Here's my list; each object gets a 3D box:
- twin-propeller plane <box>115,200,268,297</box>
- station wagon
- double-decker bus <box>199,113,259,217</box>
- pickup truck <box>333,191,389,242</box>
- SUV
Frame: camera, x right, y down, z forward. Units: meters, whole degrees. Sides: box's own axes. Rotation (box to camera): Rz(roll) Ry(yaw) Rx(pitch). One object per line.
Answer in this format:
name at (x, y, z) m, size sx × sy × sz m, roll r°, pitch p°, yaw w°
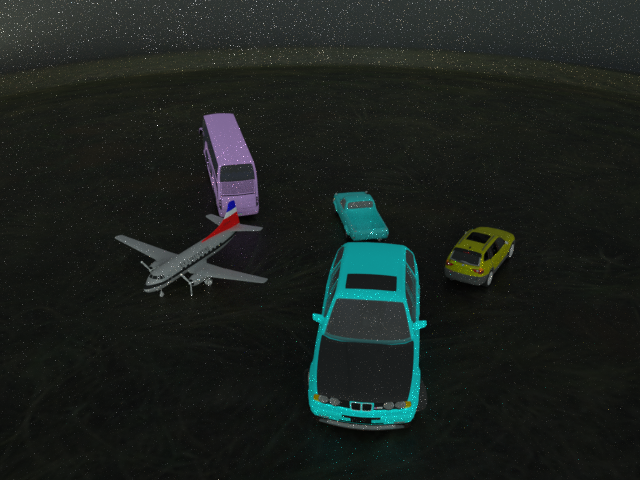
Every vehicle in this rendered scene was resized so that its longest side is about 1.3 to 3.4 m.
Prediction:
twin-propeller plane at (-1.768, 0.118, 9.927) m, size 2.663 × 0.792 × 2.129 m, roll 15°, pitch 30°, yaw 26°
station wagon at (0.583, 0.915, 8.212) m, size 1.327 × 0.920 × 3.105 m, roll 3°, pitch 27°, yaw 6°
double-decker bus at (-1.689, -1.456, 12.742) m, size 0.756 × 1.052 × 3.251 m, roll -6°, pitch 28°, yaw -12°
pickup truck at (0.638, -0.433, 11.323) m, size 0.640 × 0.511 × 1.603 m, roll -5°, pitch 27°, yaw -9°
SUV at (2.332, 0.138, 10.121) m, size 0.656 × 0.580 × 1.572 m, roll 15°, pitch 31°, yaw 28°
